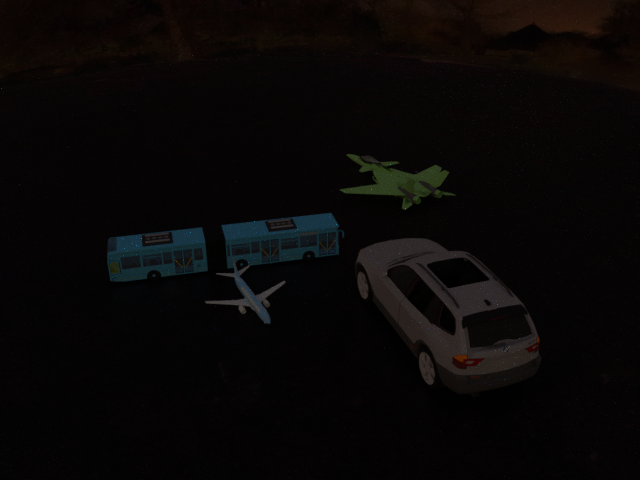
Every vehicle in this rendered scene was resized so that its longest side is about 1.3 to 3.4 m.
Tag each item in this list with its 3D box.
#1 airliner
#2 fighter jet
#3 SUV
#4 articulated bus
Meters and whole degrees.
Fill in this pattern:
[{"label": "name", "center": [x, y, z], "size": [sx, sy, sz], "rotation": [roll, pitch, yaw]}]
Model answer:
[{"label": "airliner", "center": [-0.939, 0.683, 9.390], "size": [1.161, 0.429, 1.307], "rotation": [-13, 31, -24]}, {"label": "fighter jet", "center": [1.232, -1.343, 13.043], "size": [2.229, 0.557, 2.640], "rotation": [-16, 32, -28]}, {"label": "SUV", "center": [1.471, 0.678, 8.658], "size": [1.276, 1.128, 3.058], "rotation": [-9, 30, -17]}, {"label": "articulated bus", "center": [-1.363, 0.100, 10.340], "size": [3.401, 0.561, 0.605], "rotation": [-7, 29, -13]}]
